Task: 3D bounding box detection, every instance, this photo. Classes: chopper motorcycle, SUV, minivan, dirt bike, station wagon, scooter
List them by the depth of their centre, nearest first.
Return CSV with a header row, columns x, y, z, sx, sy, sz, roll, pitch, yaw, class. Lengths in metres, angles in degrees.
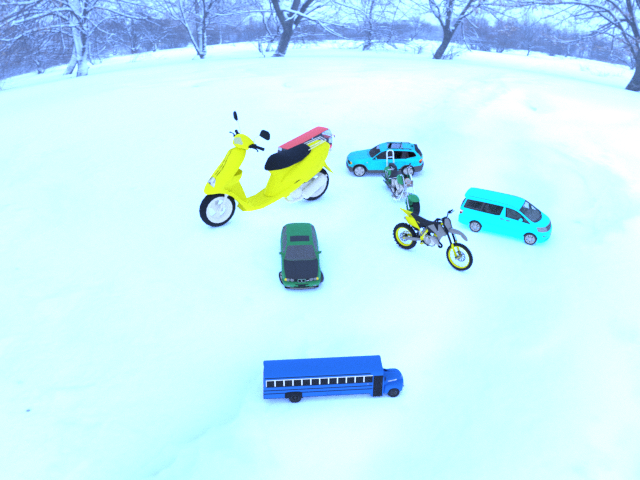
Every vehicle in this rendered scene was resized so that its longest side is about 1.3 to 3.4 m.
x,y,z,sx,sy,sz,roll,pitch,yaw,class
-0.315,0.196,10.977,0.682,0.473,1.597,-2,29,-3,station wagon
1.781,-0.071,11.060,1.493,0.857,0.527,23,37,35,dirt bike
3.174,-0.425,11.936,1.548,0.616,0.681,15,32,24,minivan
-0.903,-1.300,12.298,2.721,1.786,1.288,-17,34,-28,scooter
1.507,-1.054,12.908,0.466,0.761,1.563,-7,30,-13,chopper motorcycle
1.313,-1.657,14.164,1.572,0.580,0.656,1,29,2,SUV

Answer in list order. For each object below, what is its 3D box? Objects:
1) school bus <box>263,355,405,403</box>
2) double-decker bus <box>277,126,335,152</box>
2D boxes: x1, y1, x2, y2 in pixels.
x,y,z,sx,sy,sz,roll,pitch,yaw,class
0.168,1.656,8.419,1.708,0.434,0.365,-2,29,-4,school bus
-0.286,-1.942,14.712,0.389,0.541,1.672,18,34,29,double-decker bus
